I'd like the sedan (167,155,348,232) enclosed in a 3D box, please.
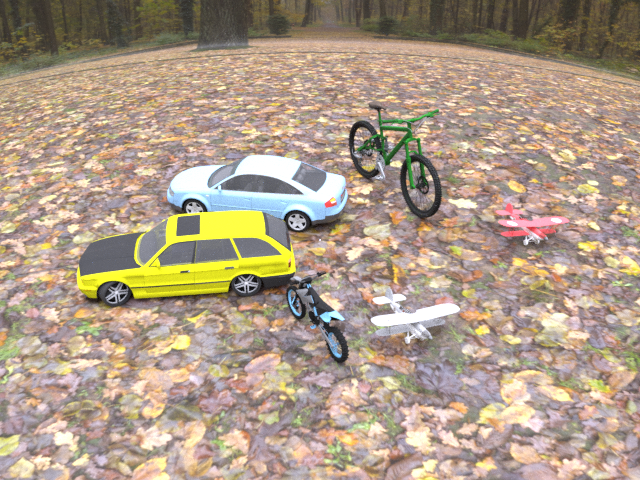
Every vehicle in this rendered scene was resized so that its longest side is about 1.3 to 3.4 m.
[{"bbox_3d":[-1.097,-0.909,11.962,3.137,0.940,1.235,7,31,11],"label":"sedan"}]

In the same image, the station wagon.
[{"bbox_3d":[-1.935,0.178,10.148,3.105,0.920,1.327,-4,31,-7],"label":"station wagon"}]

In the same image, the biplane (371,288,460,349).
[{"bbox_3d":[1.162,1.003,9.166,1.336,0.504,1.090,-15,34,-24],"label":"biplane"}]

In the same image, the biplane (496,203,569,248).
[{"bbox_3d":[3.328,-0.247,11.272,1.336,0.504,1.090,-12,33,-20],"label":"biplane"}]

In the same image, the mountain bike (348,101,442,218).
[{"bbox_3d":[1.267,-1.562,12.329,1.114,1.688,2.857,-15,34,-24],"label":"mountain bike"}]

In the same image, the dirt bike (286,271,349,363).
[{"bbox_3d":[-0.066,0.908,8.979,0.527,0.857,1.493,-17,35,-26],"label":"dirt bike"}]
